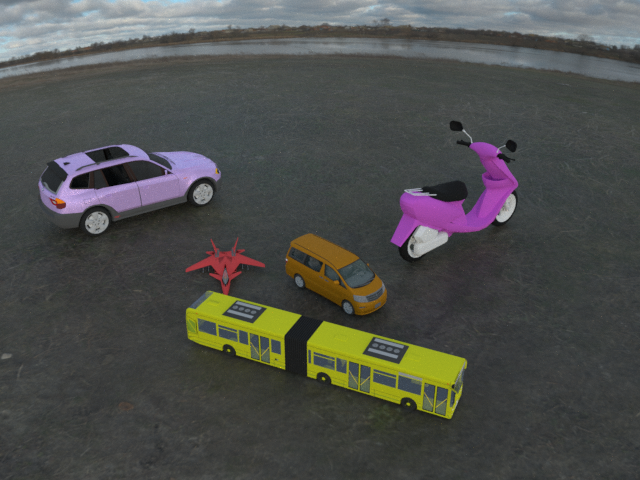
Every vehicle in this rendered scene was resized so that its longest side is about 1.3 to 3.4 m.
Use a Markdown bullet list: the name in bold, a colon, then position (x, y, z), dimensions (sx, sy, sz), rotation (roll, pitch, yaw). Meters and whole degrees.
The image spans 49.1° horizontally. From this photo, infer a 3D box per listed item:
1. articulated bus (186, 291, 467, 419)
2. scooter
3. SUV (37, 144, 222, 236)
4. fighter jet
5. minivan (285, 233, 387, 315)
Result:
- **articulated bus**: position (-0.007, 1.282, 8.155), dimensions (3.401, 0.561, 0.605), rotation (12, 31, 22)
- **scooter**: position (2.167, -0.744, 10.626), dimensions (2.721, 1.786, 1.288), rotation (-20, 34, -32)
- **SUV**: position (-3.173, -1.031, 11.852), dimensions (3.058, 1.128, 1.276), rotation (-19, 34, -31)
- **fighter jet**: position (-1.365, 0.398, 10.087), dimensions (1.147, 0.286, 1.358), rotation (-3, 28, -6)
- **minivan**: position (0.217, 0.458, 9.628), dimensions (0.681, 0.616, 1.548), rotation (-25, 37, -38)
